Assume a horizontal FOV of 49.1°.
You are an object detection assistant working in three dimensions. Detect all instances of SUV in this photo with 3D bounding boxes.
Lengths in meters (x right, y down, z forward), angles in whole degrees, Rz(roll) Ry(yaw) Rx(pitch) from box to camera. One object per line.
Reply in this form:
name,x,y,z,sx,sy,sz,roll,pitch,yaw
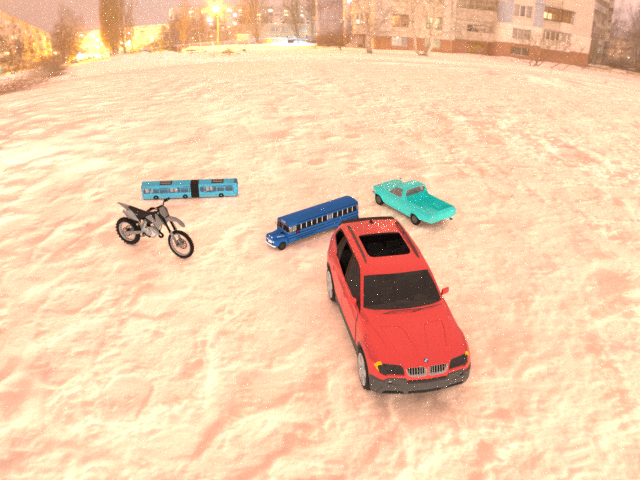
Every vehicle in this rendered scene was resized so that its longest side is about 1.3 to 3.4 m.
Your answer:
SUV,0.883,0.690,8.835,1.276,1.128,3.058,-5,29,-9

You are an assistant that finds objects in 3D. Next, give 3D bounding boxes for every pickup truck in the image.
pickup truck,1.604,-0.716,12.116,0.640,0.511,1.603,-18,33,-30

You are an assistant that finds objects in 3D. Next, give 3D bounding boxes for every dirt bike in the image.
dirt bike,-2.577,-0.212,10.807,1.493,0.857,0.527,13,31,23

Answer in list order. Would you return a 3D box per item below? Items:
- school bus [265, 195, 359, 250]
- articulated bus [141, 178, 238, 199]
school bus,-0.127,-0.292,11.405,1.708,0.434,0.365,-20,34,-32
articulated bus,-2.372,-0.936,12.761,1.749,0.289,0.311,-2,28,-5
